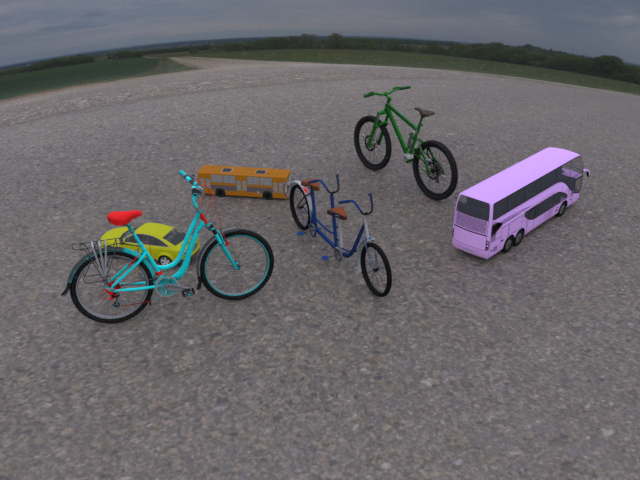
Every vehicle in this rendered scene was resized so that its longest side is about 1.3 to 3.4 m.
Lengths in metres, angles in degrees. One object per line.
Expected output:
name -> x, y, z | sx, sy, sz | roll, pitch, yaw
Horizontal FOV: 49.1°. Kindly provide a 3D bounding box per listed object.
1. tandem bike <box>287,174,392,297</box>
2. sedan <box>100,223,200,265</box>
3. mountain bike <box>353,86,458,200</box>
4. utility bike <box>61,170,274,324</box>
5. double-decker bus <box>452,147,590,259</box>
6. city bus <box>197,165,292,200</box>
tandem bike -> 0.213, -0.319, 10.481 | 0.550, 1.326, 3.192 | -13, 30, -24
sedan -> -2.642, 0.012, 10.758 | 1.613, 0.483, 0.635 | 9, 29, 16
mountain bike -> 1.546, -1.846, 13.031 | 1.114, 1.688, 2.857 | -18, 32, -31
utility bike -> -1.985, 0.083, 9.148 | 2.791, 1.839, 1.039 | -9, 29, -17
double-decker bus -> 3.350, -0.691, 11.496 | 0.756, 1.052, 3.251 | 24, 36, 38
city bus -> -1.376, -1.048, 12.827 | 1.674, 0.460, 0.476 | 4, 28, 8
